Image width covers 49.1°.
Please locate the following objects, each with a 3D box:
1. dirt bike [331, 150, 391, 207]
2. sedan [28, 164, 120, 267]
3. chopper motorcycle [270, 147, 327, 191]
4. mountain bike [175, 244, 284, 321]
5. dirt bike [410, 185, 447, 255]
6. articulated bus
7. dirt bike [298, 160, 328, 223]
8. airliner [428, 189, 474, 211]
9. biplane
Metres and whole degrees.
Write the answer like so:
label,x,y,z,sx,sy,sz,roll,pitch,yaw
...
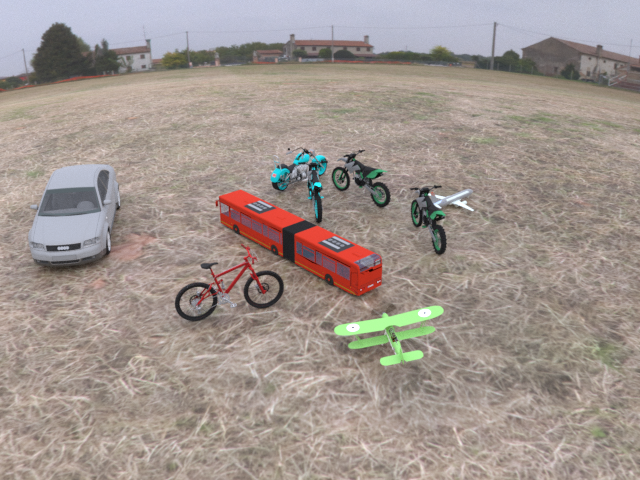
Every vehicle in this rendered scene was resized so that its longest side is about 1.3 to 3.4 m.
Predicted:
label,x,y,z,sx,sy,sz,roll,pitch,yaw
dirt bike,0.730,-1.154,12.778,0.527,0.857,1.493,-21,33,-37
sedan,-3.999,-0.576,11.494,1.235,0.940,3.137,-4,26,-9
chopper motorcycle,-0.384,-1.448,13.495,0.466,0.761,1.563,19,32,34
mountain bike,-1.177,0.595,9.165,1.469,0.868,0.573,-9,27,-18
dirt bike,1.730,-0.399,11.225,0.527,0.857,1.493,-5,26,-11
articulated bus,-0.424,-0.036,10.816,0.605,0.561,3.401,-21,33,-37
dirt bike,-0.101,-0.922,12.301,0.527,0.857,1.493,-3,26,-7
airliner,2.372,-0.824,12.588,1.307,0.429,1.161,-23,34,-38
biplane,0.856,1.172,8.394,1.336,0.504,1.090,-3,26,-7
